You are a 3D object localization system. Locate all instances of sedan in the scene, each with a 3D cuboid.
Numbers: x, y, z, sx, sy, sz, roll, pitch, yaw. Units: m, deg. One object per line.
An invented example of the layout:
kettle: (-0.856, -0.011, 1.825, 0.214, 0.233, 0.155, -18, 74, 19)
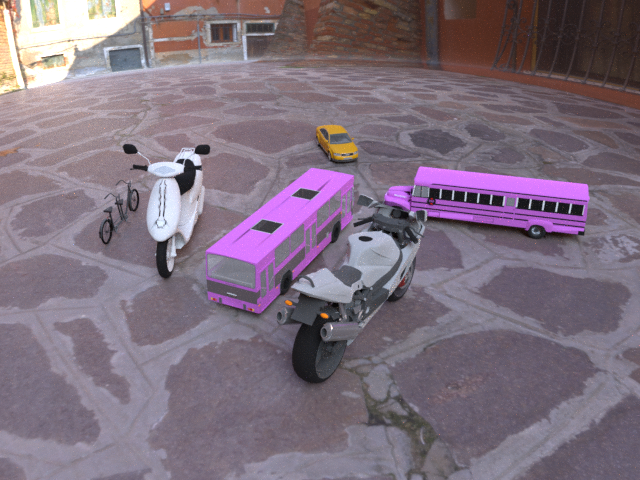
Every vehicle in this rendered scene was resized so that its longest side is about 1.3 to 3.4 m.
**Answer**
sedan: (0.352, -2.097, 14.783, 0.635, 0.483, 1.613, -7, 29, -13)

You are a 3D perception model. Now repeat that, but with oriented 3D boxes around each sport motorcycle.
sport motorcycle: (0.520, 0.529, 8.705, 0.983, 1.596, 2.955, 16, 32, 28)

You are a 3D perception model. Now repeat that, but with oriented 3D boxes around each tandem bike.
tandem bike: (-3.339, -0.528, 11.645, 0.283, 0.682, 1.642, 4, 28, 7)

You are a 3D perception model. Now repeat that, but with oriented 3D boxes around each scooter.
scooter: (-2.239, -0.756, 10.901, 1.288, 1.786, 2.721, 1, 28, 1)

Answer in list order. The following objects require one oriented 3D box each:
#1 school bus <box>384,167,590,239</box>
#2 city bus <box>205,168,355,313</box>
school bus: (2.706, -0.656, 11.713, 3.322, 0.844, 0.709, 8, 29, 14)
city bus: (-0.476, -0.065, 10.557, 0.926, 0.894, 3.255, 13, 31, 22)
